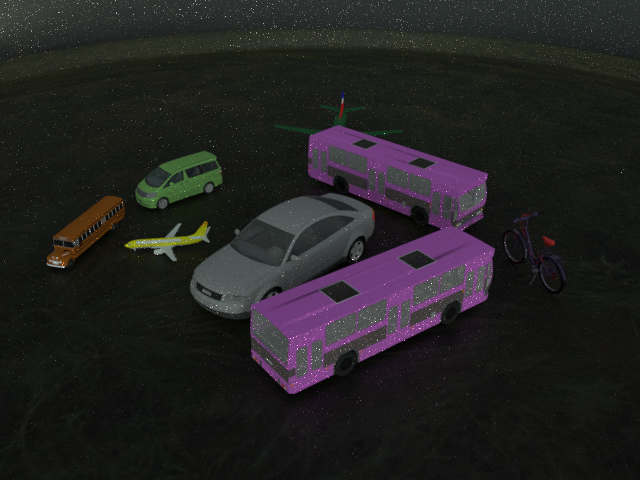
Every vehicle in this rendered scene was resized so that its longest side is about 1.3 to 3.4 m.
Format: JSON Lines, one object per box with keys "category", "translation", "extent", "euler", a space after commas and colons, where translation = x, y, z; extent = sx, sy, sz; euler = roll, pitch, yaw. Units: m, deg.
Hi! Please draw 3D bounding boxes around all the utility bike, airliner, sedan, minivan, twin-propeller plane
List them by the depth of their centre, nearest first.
{"category": "utility bike", "translation": [2.973, 0.138, 9.818], "extent": [0.535, 0.946, 1.435], "euler": [-12, 31, -19]}
{"category": "sedan", "translation": [-0.463, 0.065, 9.955], "extent": [1.235, 0.940, 3.137], "euler": [23, 37, 35]}
{"category": "airliner", "translation": [-2.333, -0.055, 10.685], "extent": [1.307, 0.429, 1.161], "euler": [-3, 30, -6]}
{"category": "minivan", "translation": [-2.483, -1.059, 12.271], "extent": [1.548, 0.616, 0.681], "euler": [-24, 37, -35]}
{"category": "twin-propeller plane", "translation": [0.392, -2.442, 14.539], "extent": [2.663, 0.792, 2.129], "euler": [3, 30, 6]}

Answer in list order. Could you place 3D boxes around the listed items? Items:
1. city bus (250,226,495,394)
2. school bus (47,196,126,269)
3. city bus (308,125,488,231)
{"category": "city bus", "translation": [0.735, 0.807, 8.688], "extent": [3.255, 0.894, 0.926], "euler": [-20, 35, -31]}
{"category": "school bus", "translation": [-3.609, -0.133, 10.818], "extent": [0.365, 0.434, 1.708], "euler": [8, 31, 14]}
{"category": "city bus", "translation": [1.231, -1.069, 12.006], "extent": [3.255, 0.894, 0.926], "euler": [25, 38, 37]}
